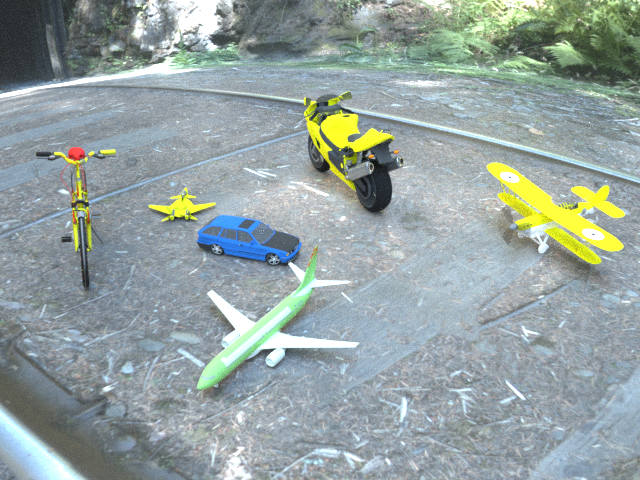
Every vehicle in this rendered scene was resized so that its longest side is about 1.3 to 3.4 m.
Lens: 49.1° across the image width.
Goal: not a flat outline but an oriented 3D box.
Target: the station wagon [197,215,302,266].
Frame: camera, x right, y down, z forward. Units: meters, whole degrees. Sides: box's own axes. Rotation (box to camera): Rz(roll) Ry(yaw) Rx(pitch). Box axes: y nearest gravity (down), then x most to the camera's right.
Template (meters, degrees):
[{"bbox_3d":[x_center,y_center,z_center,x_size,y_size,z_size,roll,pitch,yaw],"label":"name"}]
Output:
[{"bbox_3d":[-1.077,-0.034,10.721,1.597,0.473,0.682,10,29,18],"label":"station wagon"}]

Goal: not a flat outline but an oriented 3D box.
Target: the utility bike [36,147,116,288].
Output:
[{"bbox_3d":[-3.467,-0.602,10.334,1.039,1.839,2.791,-9,29,-16],"label":"utility bike"}]

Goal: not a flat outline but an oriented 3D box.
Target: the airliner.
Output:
[{"bbox_3d":[-0.667,0.918,8.519,2.257,0.835,2.541,16,32,28],"label":"airliner"}]

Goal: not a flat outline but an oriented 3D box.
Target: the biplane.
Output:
[{"bbox_3d":[3.743,-0.378,10.831,2.120,0.981,2.598,-15,31,-27],"label":"biplane"}]

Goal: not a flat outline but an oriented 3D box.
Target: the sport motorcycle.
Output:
[{"bbox_3d":[0.479,-1.640,12.573,0.983,1.596,2.955,-13,30,-23],"label":"sport motorcycle"}]

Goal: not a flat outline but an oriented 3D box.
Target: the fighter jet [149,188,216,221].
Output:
[{"bbox_3d":[-2.404,-0.722,12.233,1.147,0.286,1.358,-2,28,-4],"label":"fighter jet"}]
